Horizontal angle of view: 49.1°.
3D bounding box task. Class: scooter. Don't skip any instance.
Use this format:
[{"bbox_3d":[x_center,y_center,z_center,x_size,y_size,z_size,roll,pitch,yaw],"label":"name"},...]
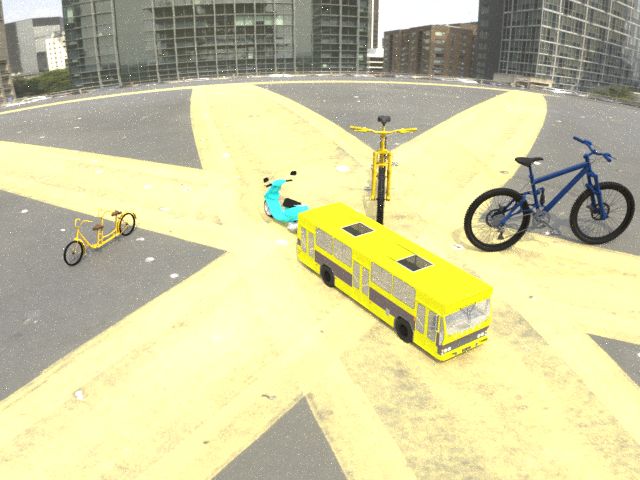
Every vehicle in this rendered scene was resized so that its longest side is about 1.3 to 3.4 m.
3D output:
[{"bbox_3d":[-0.585,-0.640,11.914,0.662,0.919,1.399,-17,31,-31],"label":"scooter"}]

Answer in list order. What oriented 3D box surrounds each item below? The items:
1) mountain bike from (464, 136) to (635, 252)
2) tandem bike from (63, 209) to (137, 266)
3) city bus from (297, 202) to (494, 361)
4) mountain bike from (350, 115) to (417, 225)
[{"bbox_3d":[3.676,-0.636,11.034,2.857,1.688,1.114,-4,26,-8],"label":"mountain bike"},{"bbox_3d":[-3.504,-0.162,11.210,0.283,0.682,1.642,13,29,24],"label":"tandem bike"},{"bbox_3d":[0.885,0.480,9.662,0.926,0.894,3.255,-17,31,-30],"label":"city bus"},{"bbox_3d":[1.104,-1.340,12.466,1.114,1.688,2.857,2,26,5],"label":"mountain bike"}]
